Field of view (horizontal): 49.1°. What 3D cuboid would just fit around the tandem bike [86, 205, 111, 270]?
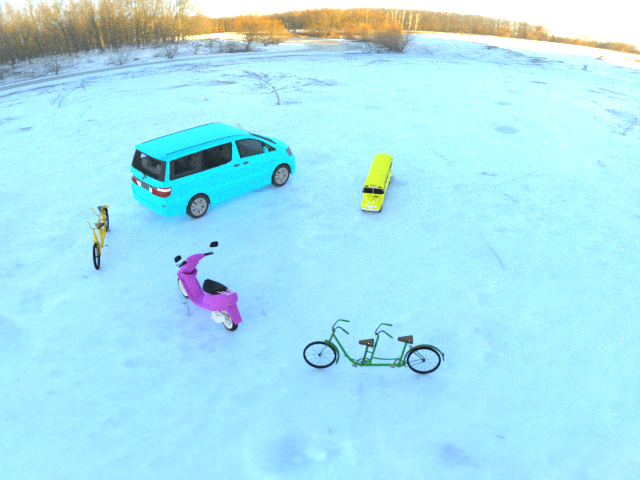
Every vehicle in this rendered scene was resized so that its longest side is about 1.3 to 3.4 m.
[{"bbox_3d":[-3.342,-0.179,10.647,0.283,0.682,1.642,-4,29,-8],"label":"tandem bike"}]

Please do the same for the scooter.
[{"bbox_3d":[-1.472,0.571,9.052,0.662,0.919,1.399,-24,37,-36],"label":"scooter"}]

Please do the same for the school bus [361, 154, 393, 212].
[{"bbox_3d":[1.020,-1.020,12.418,0.365,0.434,1.708,6,30,10],"label":"school bus"}]

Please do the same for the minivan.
[{"bbox_3d":[-1.783,-1.367,12.257,3.011,1.197,1.324,-25,38,-37],"label":"minivan"}]

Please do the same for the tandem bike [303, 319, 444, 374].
[{"bbox_3d":[0.618,1.249,8.076,1.642,0.682,0.283,2,29,4],"label":"tandem bike"}]
